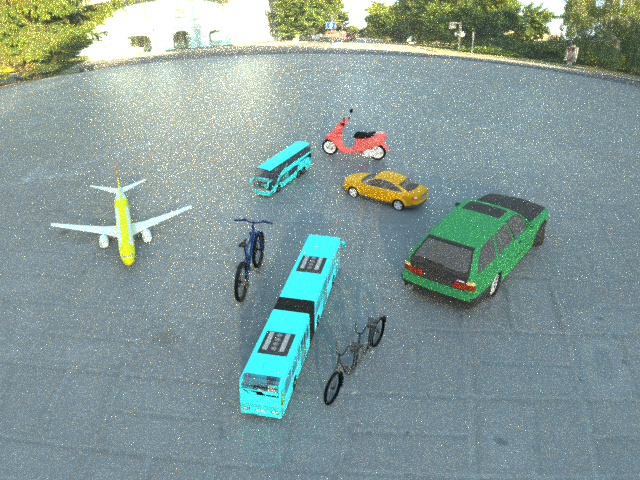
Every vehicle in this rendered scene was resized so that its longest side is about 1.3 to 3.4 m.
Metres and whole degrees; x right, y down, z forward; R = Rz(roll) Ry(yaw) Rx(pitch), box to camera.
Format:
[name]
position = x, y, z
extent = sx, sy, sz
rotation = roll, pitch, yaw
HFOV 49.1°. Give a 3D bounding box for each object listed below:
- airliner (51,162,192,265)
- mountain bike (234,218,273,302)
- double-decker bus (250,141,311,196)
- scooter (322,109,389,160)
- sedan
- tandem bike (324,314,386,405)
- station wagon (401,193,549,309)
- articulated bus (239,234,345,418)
[airliner]
position = -3.173, -0.437, 11.230
extent = 2.257, 0.835, 2.541
rotation = -8, 30, -15
[mountain bike]
position = -1.001, 0.227, 10.006
extent = 0.573, 0.868, 1.469
rotation = 5, 30, 9
[double-decker bus]
position = -0.697, -1.338, 13.145
extent = 0.389, 0.541, 1.672
rotation = 15, 32, 24
[scooter]
position = 0.714, -2.099, 14.120
extent = 1.399, 0.919, 0.662
rotation = 8, 30, 14
[sedan]
position = 1.150, -0.966, 12.536
extent = 1.613, 0.483, 0.635
rotation = 18, 34, 29
[tandem bike]
position = 0.446, 1.286, 8.299
extent = 0.283, 0.682, 1.642
rotation = 15, 32, 25
[station wagon]
position = 2.451, -0.086, 10.513
extent = 1.327, 0.920, 3.105
rotation = 19, 34, 30
[articulated bus]
position = -0.283, 0.942, 9.039
extent = 0.605, 0.561, 3.401
rotation = 6, 30, 11
